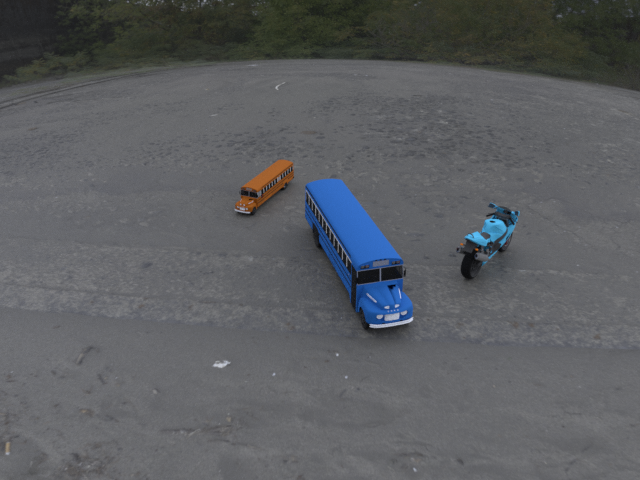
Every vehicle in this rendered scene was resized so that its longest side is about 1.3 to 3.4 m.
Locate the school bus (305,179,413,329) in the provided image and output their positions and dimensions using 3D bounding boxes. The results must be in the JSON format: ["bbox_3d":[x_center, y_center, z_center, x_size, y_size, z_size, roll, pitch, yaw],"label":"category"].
[{"bbox_3d":[0.502,0.115,10.303,0.709,0.844,3.322,-8,29,-14],"label":"school bus"}]

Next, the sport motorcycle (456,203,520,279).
[{"bbox_3d":[2.546,0.005,10.529,0.506,0.821,1.520,21,35,34],"label":"sport motorcycle"}]

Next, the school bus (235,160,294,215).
[{"bbox_3d":[-1.003,-0.969,12.736,0.365,0.434,1.708,12,31,21],"label":"school bus"}]
